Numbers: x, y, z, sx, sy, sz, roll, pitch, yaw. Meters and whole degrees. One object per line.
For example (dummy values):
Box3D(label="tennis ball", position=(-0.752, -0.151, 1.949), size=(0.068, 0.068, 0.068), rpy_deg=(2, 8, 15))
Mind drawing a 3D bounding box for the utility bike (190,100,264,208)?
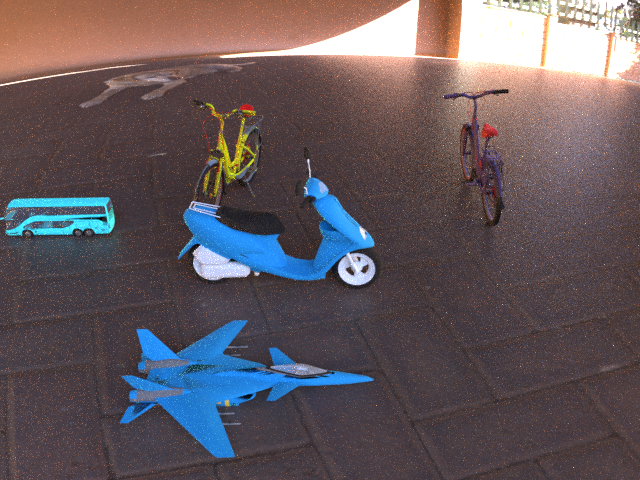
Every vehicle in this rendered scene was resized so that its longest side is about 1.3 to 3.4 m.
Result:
Box3D(label="utility bike", position=(-1.365, -1.429, 11.358), size=(1.039, 1.839, 2.791), rpy_deg=(8, 30, 15))

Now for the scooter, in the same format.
Box3D(label="scooter", position=(-0.532, -0.167, 9.108), size=(2.721, 1.786, 1.288), rpy_deg=(2, 29, 3))

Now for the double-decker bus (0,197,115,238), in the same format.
Box3D(label="double-decker bus", position=(-4.030, -0.353, 10.744), size=(1.672, 0.541, 0.389), rpy_deg=(-1, 29, -2))

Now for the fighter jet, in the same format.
Box3D(label="fighter jet", position=(-0.731, 1.396, 7.534), size=(2.640, 0.557, 2.229), rpy_deg=(-1, 29, -2))

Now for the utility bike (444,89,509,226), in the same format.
Box3D(label="utility bike", position=(2.534, -1.453, 11.402), size=(1.039, 1.839, 2.791), rpy_deg=(-1, 29, -2))
